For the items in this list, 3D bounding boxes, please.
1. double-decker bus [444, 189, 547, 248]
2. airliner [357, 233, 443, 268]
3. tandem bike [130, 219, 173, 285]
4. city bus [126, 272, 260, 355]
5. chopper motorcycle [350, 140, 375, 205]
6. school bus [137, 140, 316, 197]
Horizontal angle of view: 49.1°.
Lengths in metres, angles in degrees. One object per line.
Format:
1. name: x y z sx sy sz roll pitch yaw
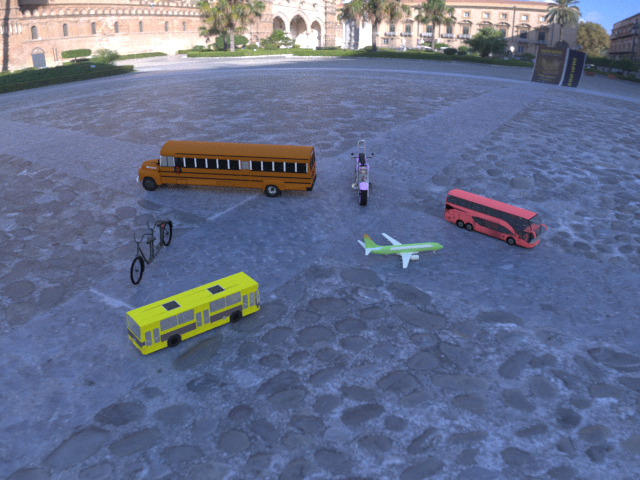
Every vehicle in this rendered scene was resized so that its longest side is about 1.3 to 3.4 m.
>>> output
1. double-decker bus: 2.791 -0.345 11.287 1.672 0.541 0.389 22 34 37
2. airliner: 1.260 0.051 10.628 1.307 0.429 1.161 -5 27 -10
3. tandem bike: -2.487 0.037 10.377 0.283 0.682 1.642 4 27 8
4. city bus: -1.573 0.922 8.873 1.674 0.460 0.476 -19 33 -33
5. chopper motorcycle: 0.775 -1.244 12.820 0.466 0.761 1.563 0 27 1
6. school bus: -1.750 -1.344 12.926 3.322 0.844 0.709 3 27 7
